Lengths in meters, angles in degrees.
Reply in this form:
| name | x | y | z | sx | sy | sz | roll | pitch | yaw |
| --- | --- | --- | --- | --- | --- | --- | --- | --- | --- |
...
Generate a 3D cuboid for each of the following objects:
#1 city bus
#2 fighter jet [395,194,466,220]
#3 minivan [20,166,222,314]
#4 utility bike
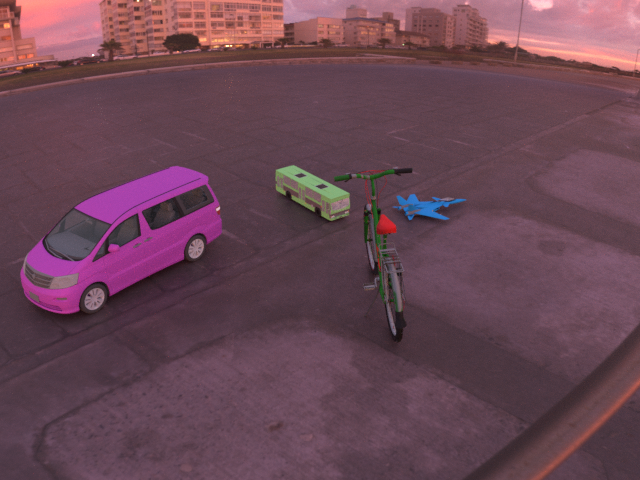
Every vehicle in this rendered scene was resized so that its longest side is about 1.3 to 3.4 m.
| name | x | y | z | sx | sy | sz | roll | pitch | yaw |
| --- | --- | --- | --- | --- | --- | --- | --- | --- | --- |
| city bus | -0.154 | -0.832 | 12.400 | 0.476 | 0.460 | 1.674 | -19 | 33 | -32 |
| fighter jet | 2.009 | -0.672 | 12.280 | 1.358 | 0.286 | 1.147 | -12 | 30 | -21 |
| minivan | -2.830 | -0.069 | 10.124 | 1.324 | 1.197 | 3.011 | 20 | 33 | 33 |
| utility bike | 0.721 | 0.053 | 9.190 | 1.039 | 1.839 | 2.791 | -2 | 27 | -5 |
